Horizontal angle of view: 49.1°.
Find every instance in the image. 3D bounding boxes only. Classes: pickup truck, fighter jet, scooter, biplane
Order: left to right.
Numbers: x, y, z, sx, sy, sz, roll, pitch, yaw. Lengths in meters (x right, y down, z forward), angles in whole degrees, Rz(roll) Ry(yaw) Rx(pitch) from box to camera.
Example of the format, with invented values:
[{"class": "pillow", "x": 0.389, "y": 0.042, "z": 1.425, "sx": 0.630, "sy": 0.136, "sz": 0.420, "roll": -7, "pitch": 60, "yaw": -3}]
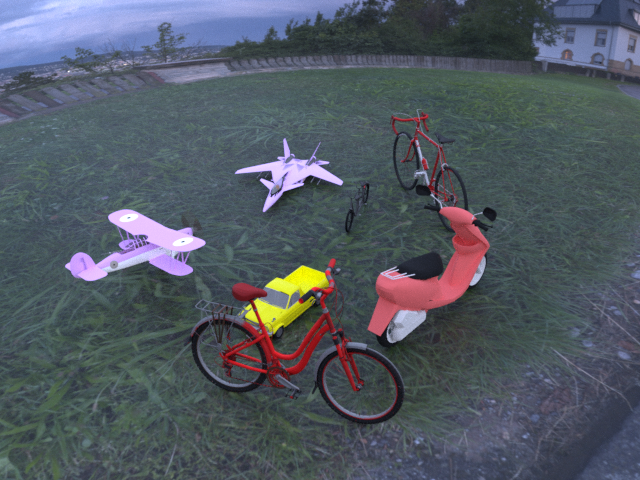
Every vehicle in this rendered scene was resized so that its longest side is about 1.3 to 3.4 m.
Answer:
[{"class": "biplane", "x": -2.809, "y": 0.172, "z": 10.752, "sx": 2.120, "sy": 0.981, "sz": 2.598, "roll": -23, "pitch": 36, "yaw": -35}, {"class": "fighter jet", "x": -0.689, "y": -1.280, "z": 13.831, "sx": 2.229, "sy": 0.557, "sz": 2.640, "roll": 7, "pitch": 30, "yaw": 13}, {"class": "pickup truck", "x": -0.480, "y": 0.825, "z": 10.053, "sx": 0.640, "sy": 0.511, "sz": 1.603, "roll": 18, "pitch": 34, "yaw": 29}, {"class": "scooter", "x": 1.617, "y": 0.306, "z": 9.673, "sx": 1.288, "sy": 1.786, "sz": 2.721, "roll": 24, "pitch": 37, "yaw": 37}]

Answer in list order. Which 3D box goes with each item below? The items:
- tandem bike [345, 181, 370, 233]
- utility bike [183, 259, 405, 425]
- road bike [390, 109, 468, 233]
[{"class": "tandem bike", "x": 0.693, "y": -0.732, "z": 12.706, "sx": 0.283, "sy": 0.682, "sz": 1.642, "roll": 9, "pitch": 30, "yaw": 15}, {"class": "utility bike", "x": -0.332, "y": 1.121, "z": 8.137, "sx": 2.791, "sy": 1.839, "sz": 1.039, "roll": 10, "pitch": 30, "yaw": 17}, {"class": "road bike", "x": 1.972, "y": -1.340, "z": 12.800, "sx": 0.696, "sy": 1.656, "sz": 3.004, "roll": -9, "pitch": 30, "yaw": -16}]
